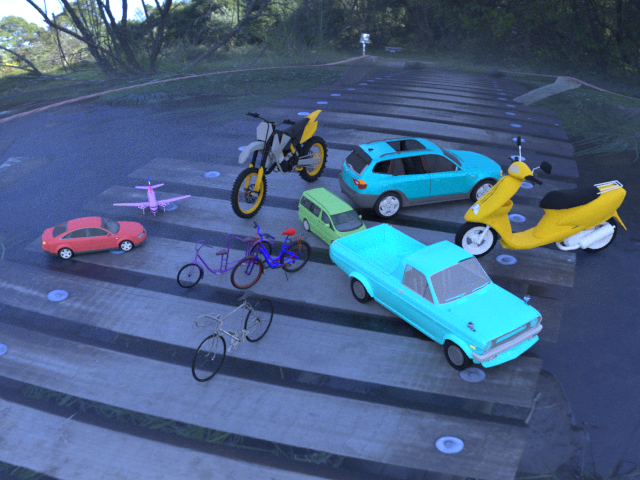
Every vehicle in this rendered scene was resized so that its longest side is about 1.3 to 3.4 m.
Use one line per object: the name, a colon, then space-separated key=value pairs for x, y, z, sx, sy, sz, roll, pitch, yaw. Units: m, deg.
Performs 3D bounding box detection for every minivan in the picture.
minivan: x=0.232 y=-0.318 z=11.531 sx=0.681 sy=0.616 sz=1.548 roll=-15 pitch=31 yaw=-26

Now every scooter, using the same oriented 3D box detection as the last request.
scooter: x=3.451 y=-0.564 z=10.737 sx=2.721 sy=1.786 sz=1.288 roll=-3 pitch=28 yaw=-5

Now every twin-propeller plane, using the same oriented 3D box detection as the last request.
twin-propeller plane: x=-3.040 y=-0.787 z=12.651 sx=1.370 sy=0.407 sz=1.095 roll=-8 pitch=29 yaw=-15

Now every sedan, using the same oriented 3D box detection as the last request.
sedan: x=-3.624 y=-0.097 z=11.250 sx=1.613 sy=0.483 sz=0.635 roll=-7 pitch=29 yaw=-14

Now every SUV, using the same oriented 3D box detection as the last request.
SUV: x=1.874 y=-1.258 z=12.773 sx=3.058 sy=1.128 sz=1.276 roll=-8 pitch=29 yaw=-15

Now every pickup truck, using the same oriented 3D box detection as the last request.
pickup truck: x=1.453 y=0.562 z=9.442 sx=1.244 sy=0.993 sz=3.117 roll=-19 pitch=33 yaw=-31

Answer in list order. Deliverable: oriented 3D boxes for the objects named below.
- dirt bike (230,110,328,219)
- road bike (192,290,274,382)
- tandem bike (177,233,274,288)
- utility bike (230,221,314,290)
dirt bike: x=-0.670 y=-1.520 z=12.693 sx=1.024 sy=1.666 sz=2.903 roll=17 pitch=32 yaw=29
road bike: x=-1.045 y=1.099 z=8.570 sx=0.358 sy=0.852 sz=1.545 roll=17 pitch=32 yaw=29
tandem bike: x=-1.386 y=0.231 z=10.411 sx=1.642 sy=0.682 sz=0.283 roll=-18 pitch=33 yaw=-31
utility bike: x=-0.655 y=0.198 z=10.188 sx=1.435 sy=0.946 sz=0.535 roll=-18 pitch=33 yaw=-31
